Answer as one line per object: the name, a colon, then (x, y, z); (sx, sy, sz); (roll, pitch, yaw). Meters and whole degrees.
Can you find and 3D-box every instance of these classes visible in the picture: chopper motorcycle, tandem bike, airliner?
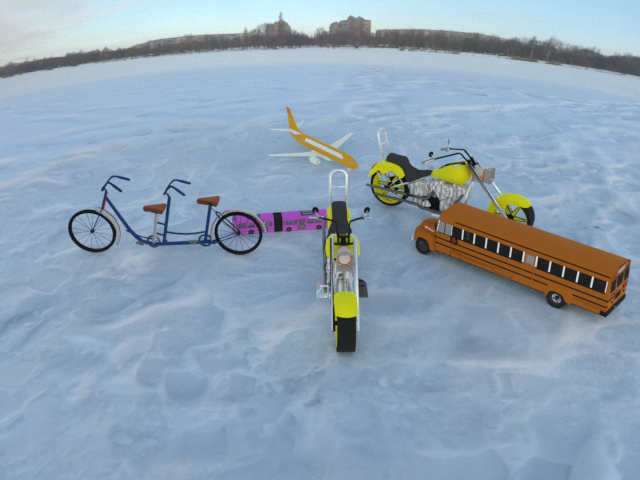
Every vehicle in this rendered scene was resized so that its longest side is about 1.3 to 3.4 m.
chopper motorcycle: (2.217, -0.990, 12.082); (3.040, 1.480, 0.906); (16, 32, 28)
tandem bike: (-2.439, -0.360, 11.061); (3.192, 1.326, 0.550); (1, 28, 1)
airliner: (-0.003, -2.152, 14.956); (2.257, 0.835, 2.541); (-20, 34, -33)
chopper motorcycle: (0.300, 0.205, 9.834); (0.906, 1.480, 3.040); (-1, 28, -1)

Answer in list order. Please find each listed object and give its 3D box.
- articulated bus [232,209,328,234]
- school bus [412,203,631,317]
articulated bus: (-0.633, -0.320, 12.090); (1.749, 0.289, 0.311); (-4, 28, -8)
school bus: (2.874, 0.183, 10.551); (3.322, 0.844, 0.709); (24, 36, 37)
